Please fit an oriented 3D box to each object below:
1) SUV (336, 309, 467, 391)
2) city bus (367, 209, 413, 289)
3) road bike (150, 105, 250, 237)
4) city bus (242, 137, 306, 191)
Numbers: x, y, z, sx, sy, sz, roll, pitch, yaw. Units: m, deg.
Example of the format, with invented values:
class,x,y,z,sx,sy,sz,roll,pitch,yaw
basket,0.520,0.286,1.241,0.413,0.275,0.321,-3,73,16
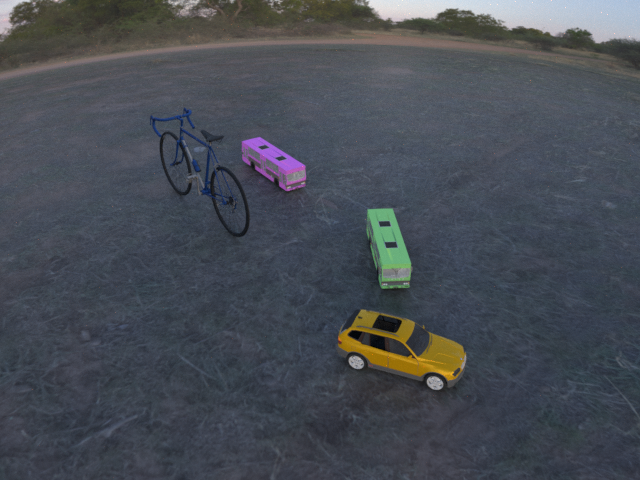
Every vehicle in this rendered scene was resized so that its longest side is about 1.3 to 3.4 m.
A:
class,x,y,z,sx,sy,sz,roll,pitch,yaw
SUV,0.974,1.272,8.422,1.572,0.580,0.656,12,32,19
city bus,1.009,0.114,10.518,0.476,0.460,1.674,-2,30,-3
road bike,-1.986,-1.185,11.555,0.696,1.656,3.004,-21,36,-31
city bus,-0.887,-1.423,13.145,0.476,0.460,1.674,-19,35,-29
